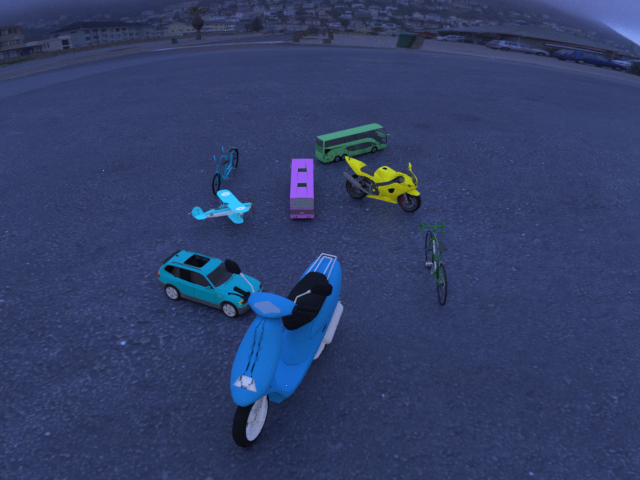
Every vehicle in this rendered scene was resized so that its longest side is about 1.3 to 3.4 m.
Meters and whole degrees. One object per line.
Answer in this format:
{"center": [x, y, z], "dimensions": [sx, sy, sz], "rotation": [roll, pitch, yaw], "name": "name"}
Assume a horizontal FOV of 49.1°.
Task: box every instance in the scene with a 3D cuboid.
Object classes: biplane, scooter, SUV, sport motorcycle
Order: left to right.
{"center": [-1.575, 0.577, 9.992], "dimensions": [1.572, 0.580, 0.656], "rotation": [14, 33, 22], "name": "SUV"}
{"center": [-1.643, -0.510, 11.939], "dimensions": [1.090, 0.504, 1.336], "rotation": [-12, 32, -20], "name": "biplane"}
{"center": [-0.339, 0.961, 8.131], "dimensions": [1.288, 1.786, 2.721], "rotation": [12, 32, 20], "name": "scooter"}
{"center": [1.111, -1.001, 12.468], "dimensions": [1.520, 0.821, 0.506], "rotation": [17, 34, 26], "name": "sport motorcycle"}

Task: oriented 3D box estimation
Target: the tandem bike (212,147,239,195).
{"center": [-1.799, -1.452, 13.383], "dimensions": [0.283, 0.682, 1.642], "rotation": [5, 31, 9], "name": "tandem bike"}

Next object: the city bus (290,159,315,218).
{"center": [-0.320, -0.931, 12.707], "dimensions": [0.476, 0.460, 1.674], "rotation": [0, 30, -1], "name": "city bus"}

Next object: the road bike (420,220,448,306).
{"center": [1.697, 0.282, 10.228], "dimensions": [0.358, 0.852, 1.545], "rotation": [-1, 30, -2], "name": "road bike"}

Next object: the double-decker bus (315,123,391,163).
{"center": [0.683, -2.018, 14.497], "dimensions": [1.672, 0.541, 0.389], "rotation": [-17, 34, -27], "name": "double-decker bus"}
